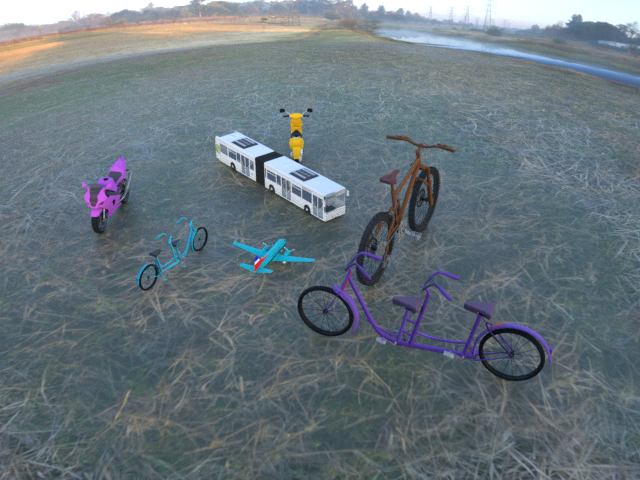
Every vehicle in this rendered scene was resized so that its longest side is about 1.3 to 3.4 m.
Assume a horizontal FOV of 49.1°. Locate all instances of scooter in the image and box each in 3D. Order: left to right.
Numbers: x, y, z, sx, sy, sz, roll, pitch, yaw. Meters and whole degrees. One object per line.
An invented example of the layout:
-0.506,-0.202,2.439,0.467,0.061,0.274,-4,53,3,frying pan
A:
-0.469,-2.125,13.958,0.662,0.919,1.399,-1,31,-2,scooter

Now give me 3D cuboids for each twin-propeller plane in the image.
-0.750,0.194,10.576,1.370,0.407,1.095,12,33,19,twin-propeller plane

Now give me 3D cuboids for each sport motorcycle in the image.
-3.541,-0.762,11.773,0.506,0.821,1.520,3,31,5,sport motorcycle

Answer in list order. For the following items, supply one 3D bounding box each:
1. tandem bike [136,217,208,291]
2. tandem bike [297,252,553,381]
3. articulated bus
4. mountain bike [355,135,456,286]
-2.176,0.149,10.384,0.283,0.682,1.642,16,34,24,tandem bike
1.197,0.912,8.478,3.192,1.326,0.550,11,33,18,tandem bike
-0.798,-1.232,12.811,0.605,0.561,3.401,-23,38,-33,articulated bus
1.251,-0.520,10.522,1.114,1.688,2.857,17,35,25,mountain bike
